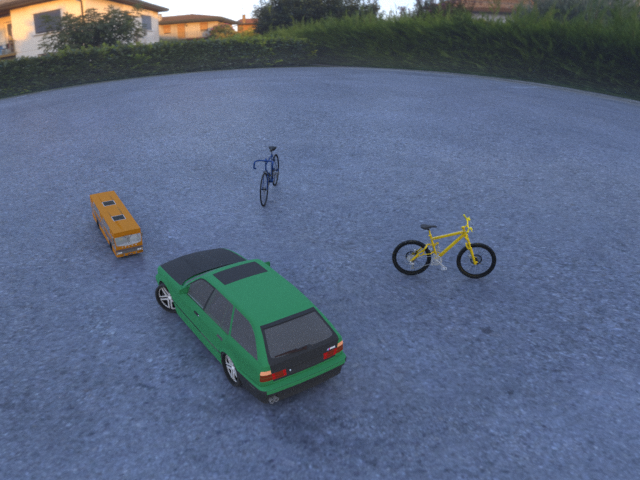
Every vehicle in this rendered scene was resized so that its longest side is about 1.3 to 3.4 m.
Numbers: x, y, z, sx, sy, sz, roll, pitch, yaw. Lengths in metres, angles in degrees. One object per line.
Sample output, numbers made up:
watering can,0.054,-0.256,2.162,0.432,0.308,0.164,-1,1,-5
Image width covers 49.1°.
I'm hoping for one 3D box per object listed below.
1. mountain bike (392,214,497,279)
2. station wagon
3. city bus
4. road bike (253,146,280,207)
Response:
mountain bike,1.762,0.138,9.891,1.469,0.868,0.573,3,27,5
station wagon,-0.989,0.761,8.605,1.327,0.920,3.105,-17,32,-30
city bus,-3.249,-0.260,11.125,0.476,0.460,1.674,-14,30,-25
road bike,-0.902,-1.203,12.551,0.358,0.852,1.545,4,27,8
